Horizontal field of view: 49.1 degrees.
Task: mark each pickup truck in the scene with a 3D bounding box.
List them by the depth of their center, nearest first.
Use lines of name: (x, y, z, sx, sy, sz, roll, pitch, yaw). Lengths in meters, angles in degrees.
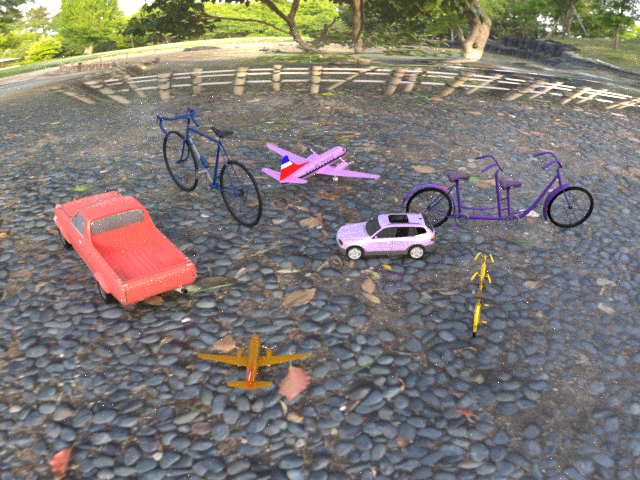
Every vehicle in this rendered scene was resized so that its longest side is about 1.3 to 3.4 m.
pickup truck: (-3.015, -0.024, 10.501, 1.244, 0.993, 3.117, -19, 35, -30)

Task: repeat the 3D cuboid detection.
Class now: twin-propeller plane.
twin-propeller plane: (-0.817, 1.437, 8.517, 1.370, 0.407, 1.095, 0, 30, 0)
twin-propeller plane: (-0.098, -1.513, 13.334, 2.663, 0.792, 2.129, 20, 35, 31)

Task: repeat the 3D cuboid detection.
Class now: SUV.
SUV: (1.037, -0.090, 11.036, 1.572, 0.580, 0.656, -1, 30, -2)

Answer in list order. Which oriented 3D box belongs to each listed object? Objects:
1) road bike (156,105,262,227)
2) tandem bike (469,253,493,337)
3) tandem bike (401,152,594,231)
road bike: (-1.940, -1.316, 12.109, 0.697, 1.656, 3.004, -24, 37, -36)
tandem bike: (2.195, 0.673, 9.587, 0.283, 0.682, 1.642, 8, 30, 13)
tandem bike: (2.944, -0.769, 11.479, 3.192, 1.326, 0.550, 0, 30, 0)
